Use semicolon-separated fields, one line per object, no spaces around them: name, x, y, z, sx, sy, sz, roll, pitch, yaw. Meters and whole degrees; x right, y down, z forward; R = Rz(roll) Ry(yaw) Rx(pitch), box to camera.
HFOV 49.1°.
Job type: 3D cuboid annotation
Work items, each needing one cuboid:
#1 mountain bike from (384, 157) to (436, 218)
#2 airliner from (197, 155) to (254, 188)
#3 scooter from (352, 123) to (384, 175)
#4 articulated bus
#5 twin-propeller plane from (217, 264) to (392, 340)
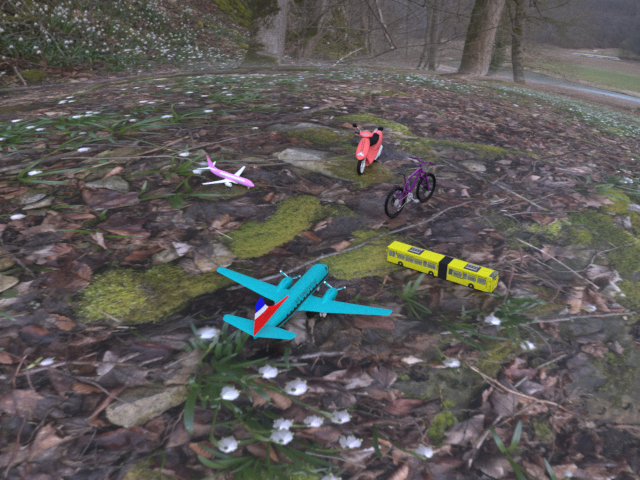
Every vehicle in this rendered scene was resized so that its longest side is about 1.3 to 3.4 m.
mountain bike;1.640;-0.951;12.519;0.573;0.868;1.469;24;36;38
airliner;-1.776;-1.328;13.716;1.307;0.429;1.161;20;34;33
scooter;1.019;-1.967;14.413;0.662;0.919;1.399;11;29;19
articulated bus;1.813;0.390;10.574;1.749;0.289;0.311;17;32;30
twin-propeller plane;-0.355;0.707;9.423;2.663;0.792;2.129;13;30;23
